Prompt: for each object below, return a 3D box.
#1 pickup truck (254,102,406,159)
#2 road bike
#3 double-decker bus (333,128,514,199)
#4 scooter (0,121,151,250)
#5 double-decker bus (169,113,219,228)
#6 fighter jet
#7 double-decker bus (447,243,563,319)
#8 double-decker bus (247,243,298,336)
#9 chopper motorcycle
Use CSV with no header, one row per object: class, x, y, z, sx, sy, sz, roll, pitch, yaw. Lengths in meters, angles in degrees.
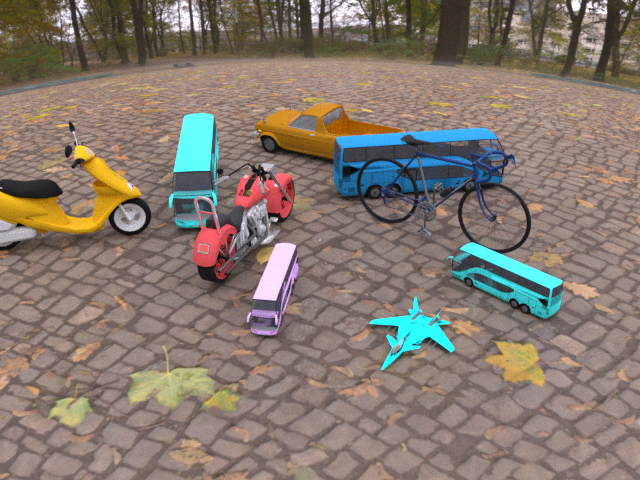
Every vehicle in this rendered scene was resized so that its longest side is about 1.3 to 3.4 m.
pickup truck,0.177,-2.222,14.352,3.117,0.993,1.244,16,32,27
road bike,1.868,-0.788,10.966,3.004,1.656,0.696,18,33,30
double-decker bus,1.864,-1.417,12.784,3.251,1.052,0.756,-5,28,-9
scooter,-4.047,-0.756,10.768,2.721,1.786,1.288,-7,29,-13
double-decker bus,-2.188,-1.278,12.523,0.756,1.052,3.251,-3,28,-6
fighter jet,1.090,1.186,8.724,1.147,0.286,1.358,17,32,28
double-decker bus,2.532,0.525,9.691,0.389,0.541,1.672,-23,36,-37
double-decker bus,-0.600,0.654,9.449,0.389,0.541,1.672,4,28,7
chopper motorcycle,-1.063,-0.518,10.647,0.906,1.480,3.040,10,30,18
